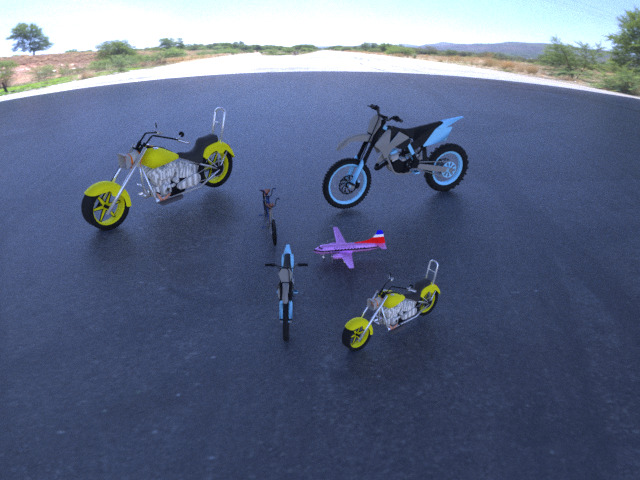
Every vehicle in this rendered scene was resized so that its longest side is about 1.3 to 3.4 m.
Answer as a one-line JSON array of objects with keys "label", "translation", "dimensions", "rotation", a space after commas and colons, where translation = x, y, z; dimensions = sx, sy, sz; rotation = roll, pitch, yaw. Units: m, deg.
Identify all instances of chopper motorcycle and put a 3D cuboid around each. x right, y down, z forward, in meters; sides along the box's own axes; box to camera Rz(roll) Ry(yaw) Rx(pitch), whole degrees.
[{"label": "chopper motorcycle", "translation": [-2.682, -1.251, 11.875], "dimensions": [0.906, 1.480, 3.040], "rotation": [22, 34, 37]}, {"label": "chopper motorcycle", "translation": [0.896, 0.789, 8.568], "dimensions": [1.563, 0.761, 0.466], "rotation": [-20, 33, -34]}]

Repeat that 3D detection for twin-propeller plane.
[{"label": "twin-propeller plane", "translation": [0.438, 0.064, 10.430], "dimensions": [1.095, 0.407, 1.370], "rotation": [-4, 27, -8]}]

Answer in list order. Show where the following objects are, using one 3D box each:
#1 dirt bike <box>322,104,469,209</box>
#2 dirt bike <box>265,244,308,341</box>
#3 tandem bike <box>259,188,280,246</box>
[{"label": "dirt bike", "translation": [1.373, -1.459, 12.084], "dimensions": [2.903, 1.666, 1.024], "rotation": [-11, 29, -22]}, {"label": "dirt bike", "translation": [-0.411, 0.593, 8.855], "dimensions": [0.527, 0.857, 1.493], "rotation": [0, 26, -1]}, {"label": "tandem bike", "translation": [-0.817, -0.501, 11.260], "dimensions": [0.283, 0.682, 1.642], "rotation": [-5, 27, -9]}]
